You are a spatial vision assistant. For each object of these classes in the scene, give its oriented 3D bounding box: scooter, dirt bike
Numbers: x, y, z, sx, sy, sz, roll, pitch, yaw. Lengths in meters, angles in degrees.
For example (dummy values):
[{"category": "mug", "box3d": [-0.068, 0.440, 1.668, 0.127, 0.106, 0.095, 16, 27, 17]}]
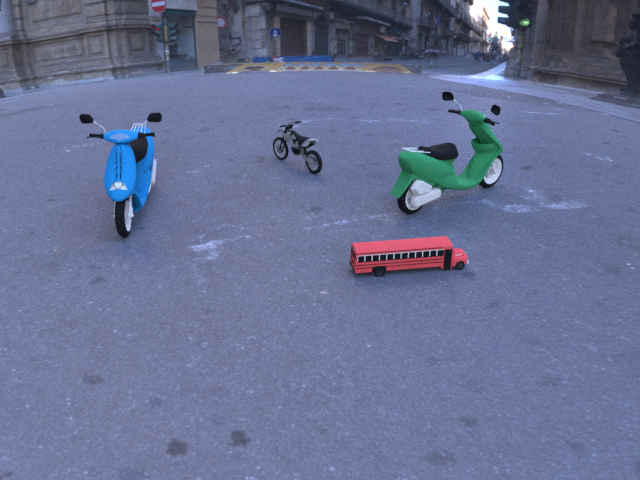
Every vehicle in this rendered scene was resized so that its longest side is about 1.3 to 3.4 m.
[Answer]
[{"category": "scooter", "box3d": [-3.166, -1.333, 11.691, 1.288, 1.786, 2.721, -2, 26, -3]}, {"category": "scooter", "box3d": [2.303, -1.508, 12.043, 2.721, 1.786, 1.288, -19, 32, -33]}, {"category": "dirt bike", "box3d": [-0.467, -1.852, 13.781, 0.527, 0.857, 1.493, -21, 33, -36]}]

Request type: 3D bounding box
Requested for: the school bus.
[{"category": "school bus", "box3d": [1.299, 0.223, 10.078, 1.708, 0.434, 0.365, -4, 27, -8]}]
